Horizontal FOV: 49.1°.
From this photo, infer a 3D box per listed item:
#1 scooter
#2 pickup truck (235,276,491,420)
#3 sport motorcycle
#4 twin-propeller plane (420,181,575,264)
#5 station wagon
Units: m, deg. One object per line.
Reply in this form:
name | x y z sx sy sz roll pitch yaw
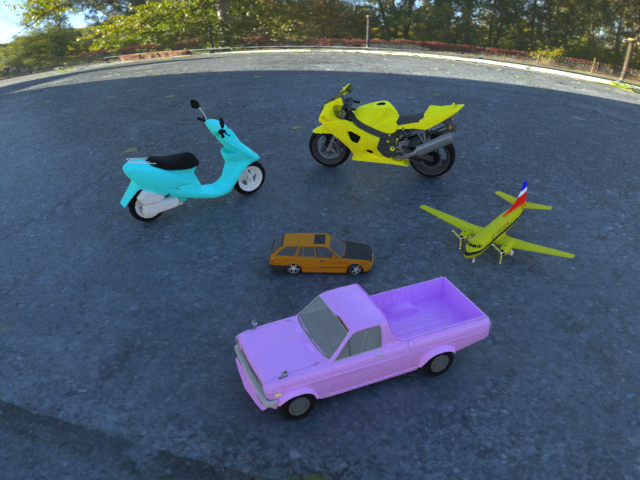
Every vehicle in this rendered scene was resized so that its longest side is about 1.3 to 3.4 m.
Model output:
scooter | -2.175 -1.360 12.135 2.721 1.786 1.288 -18 35 -28
pickup truck | 0.537 1.147 8.623 3.117 0.993 1.244 -13 33 -21
sport motorcycle | 1.219 -2.057 13.519 2.955 1.596 0.983 7 31 12
twin-propeller plane | 2.878 -0.289 11.285 2.663 0.792 2.129 22 37 32
station wagon | 0.033 0.186 10.786 1.597 0.473 0.682 1 30 2
